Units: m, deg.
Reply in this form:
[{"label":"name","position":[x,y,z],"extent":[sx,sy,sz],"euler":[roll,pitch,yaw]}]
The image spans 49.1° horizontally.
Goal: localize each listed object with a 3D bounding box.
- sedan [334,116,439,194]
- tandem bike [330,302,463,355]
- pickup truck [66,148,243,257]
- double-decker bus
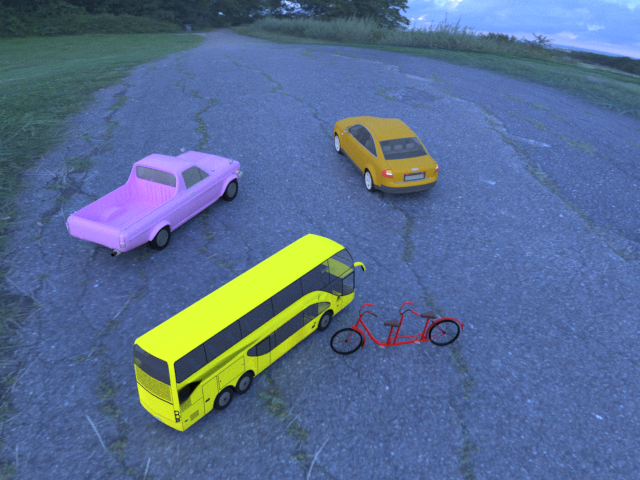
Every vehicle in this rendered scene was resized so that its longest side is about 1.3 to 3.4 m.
[{"label":"sedan","position":[1.143,-1.773,12.994],"extent":[1.235,0.940,3.137],"euler":[-9,31,-15]},{"label":"tandem bike","position":[0.932,1.048,8.362],"extent":[1.642,0.682,0.283],"euler":[-4,30,-7]},{"label":"pickup truck","position":[-2.527,-0.755,11.177],"extent":[1.244,0.993,3.117],"euler":[15,33,24]},{"label":"double-decker bus","position":[-0.703,0.918,8.216],"extent":[0.756,1.052,3.251],"euler":[21,36,32]}]
